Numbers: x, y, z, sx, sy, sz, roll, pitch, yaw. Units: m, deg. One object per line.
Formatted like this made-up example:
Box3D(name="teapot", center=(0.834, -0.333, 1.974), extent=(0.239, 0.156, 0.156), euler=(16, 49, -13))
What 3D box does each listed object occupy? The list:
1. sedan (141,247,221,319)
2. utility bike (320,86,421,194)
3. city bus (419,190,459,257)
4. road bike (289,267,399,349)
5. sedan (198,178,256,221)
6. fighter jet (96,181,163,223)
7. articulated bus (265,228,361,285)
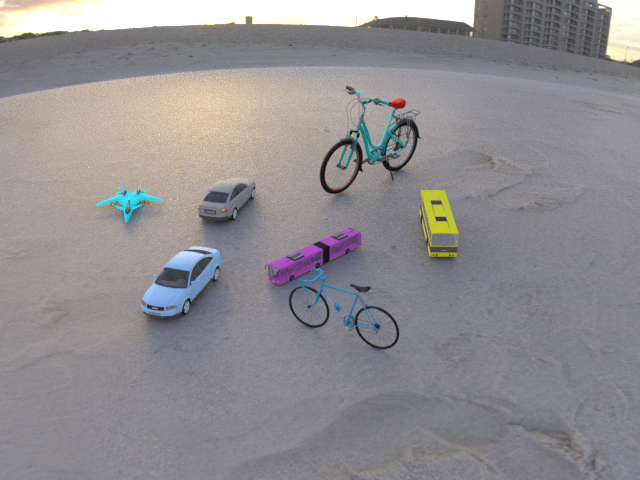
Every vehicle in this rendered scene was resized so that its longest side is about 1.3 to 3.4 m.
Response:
Box3D(name="sedan", center=(-1.899, 0.520, 9.683), extent=(0.635, 0.483, 1.613), euler=(8, 28, 15))
Box3D(name="utility bike", center=(1.084, -1.910, 12.949), extent=(2.791, 1.839, 1.039), euler=(-24, 35, -38))
Box3D(name="city bus", center=(1.890, -0.268, 11.250), extent=(0.476, 0.460, 1.674), euler=(1, 27, 2))
Box3D(name="road bike", center=(0.273, 0.846, 8.640), extent=(1.545, 0.852, 0.358), euler=(14, 30, 26))
Box3D(name="sedan", center=(-1.609, -0.799, 12.265), extent=(0.635, 0.483, 1.613), euler=(7, 28, 14))
Box3D(name="fighter jet", center=(-3.338, -0.669, 12.226), extent=(1.147, 0.286, 1.358), euler=(-4, 27, -8))
Box3D(name="articulated bus", center=(-0.061, 0.224, 10.475), extent=(1.749, 0.289, 0.311), euler=(-24, 36, -39))
